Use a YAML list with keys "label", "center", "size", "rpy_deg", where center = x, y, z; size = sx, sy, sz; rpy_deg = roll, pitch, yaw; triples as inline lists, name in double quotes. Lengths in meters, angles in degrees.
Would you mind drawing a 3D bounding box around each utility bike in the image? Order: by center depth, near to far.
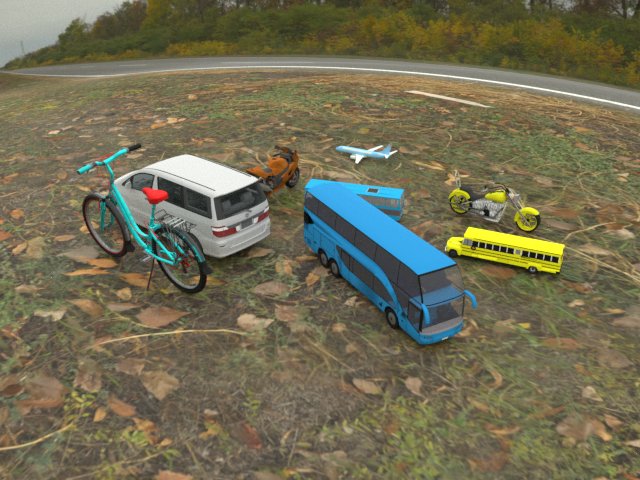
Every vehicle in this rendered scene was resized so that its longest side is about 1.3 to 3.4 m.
- label: "utility bike"
  center: [-2.587, -0.264, 9.713]
  size: [2.791, 1.839, 1.039]
  rpy_deg: [20, 34, 34]

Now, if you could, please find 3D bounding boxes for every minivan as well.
- label: "minivan"
  center: [-2.191, -0.687, 11.213]
  size: [3.011, 1.197, 1.324]
  rpy_deg: [22, 35, 36]

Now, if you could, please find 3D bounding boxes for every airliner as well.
- label: "airliner"
  center: [0.890, -1.869, 14.299]
  size: [1.307, 0.429, 1.161]
  rpy_deg: [15, 31, 27]

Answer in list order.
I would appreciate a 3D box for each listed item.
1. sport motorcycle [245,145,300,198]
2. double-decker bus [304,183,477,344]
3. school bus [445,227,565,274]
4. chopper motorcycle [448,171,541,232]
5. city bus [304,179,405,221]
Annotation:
- label: "sport motorcycle"
  center: [-0.824, -1.153, 12.509]
  size: [0.506, 0.821, 1.520]
  rpy_deg: [17, 32, 29]
- label: "double-decker bus"
  center: [0.790, 0.247, 9.585]
  size: [0.756, 1.052, 3.251]
  rpy_deg: [-14, 31, -25]
- label: "school bus"
  center: [2.733, 0.144, 10.447]
  size: [1.708, 0.434, 0.365]
  rpy_deg: [12, 30, 21]
- label: "chopper motorcycle"
  center: [2.883, -0.636, 11.585]
  size: [1.563, 0.761, 0.466]
  rpy_deg: [16, 32, 28]
- label: "city bus"
  center: [0.584, -0.673, 11.981]
  size: [1.674, 0.460, 0.476]
  rpy_deg: [8, 29, 15]
